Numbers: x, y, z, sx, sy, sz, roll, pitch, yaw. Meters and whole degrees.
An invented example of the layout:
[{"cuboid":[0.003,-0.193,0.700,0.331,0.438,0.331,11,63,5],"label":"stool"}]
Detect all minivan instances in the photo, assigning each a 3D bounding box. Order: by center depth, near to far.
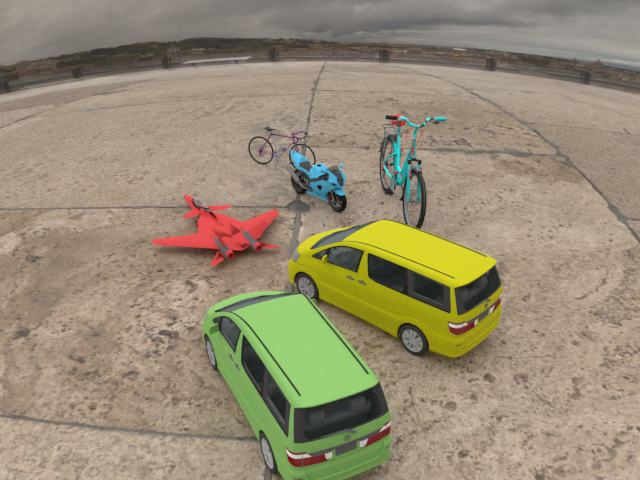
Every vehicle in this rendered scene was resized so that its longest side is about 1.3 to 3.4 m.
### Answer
[{"cuboid":[-0.395,1.324,7.712,1.324,1.197,3.011,-13,31,-23],"label":"minivan"},{"cuboid":[0.901,0.442,9.356,3.011,1.197,1.324,24,36,37],"label":"minivan"}]

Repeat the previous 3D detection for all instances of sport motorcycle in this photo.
[{"cuboid":[-0.040,-1.067,12.569,0.506,0.821,1.520,-22,35,-34],"label":"sport motorcycle"}]

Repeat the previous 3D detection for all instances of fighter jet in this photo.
[{"cuboid":[-1.796,-0.433,11.667,2.229,0.557,2.640,-16,32,-27],"label":"fighter jet"}]

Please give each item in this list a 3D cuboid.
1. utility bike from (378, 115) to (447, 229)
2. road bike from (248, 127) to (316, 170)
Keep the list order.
[{"cuboid":[1.509,-1.401,12.116,1.039,1.839,2.791,-5,29,-9],"label":"utility bike"},{"cuboid":[-0.774,-1.830,13.962,1.545,0.852,0.358,13,31,23],"label":"road bike"}]
